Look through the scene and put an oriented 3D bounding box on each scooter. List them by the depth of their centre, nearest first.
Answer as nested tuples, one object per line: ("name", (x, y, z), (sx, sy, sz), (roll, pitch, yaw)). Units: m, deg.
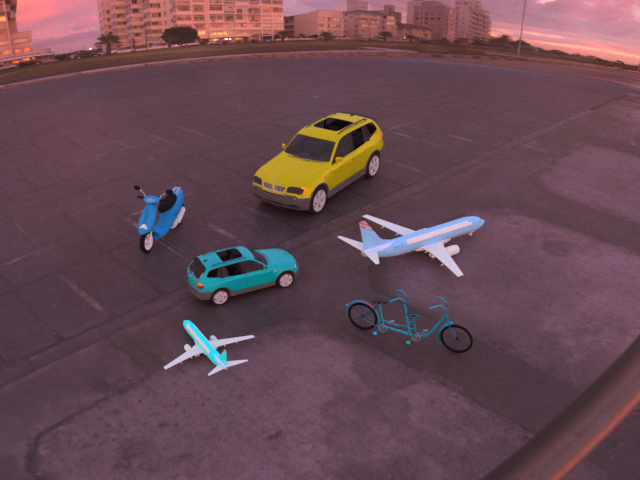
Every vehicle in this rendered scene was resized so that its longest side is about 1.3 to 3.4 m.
("scooter", (-2.492, -0.467, 10.993), (0.662, 0.919, 1.399), (8, 29, 15))

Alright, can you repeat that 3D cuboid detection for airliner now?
("airliner", (-1.385, 1.189, 8.410), (1.161, 0.429, 1.307), (-17, 32, -28))
("airliner", (1.577, -0.189, 10.561), (2.541, 0.835, 2.257), (-17, 32, -29))

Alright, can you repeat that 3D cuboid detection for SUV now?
("SUV", (-1.068, 0.400, 9.728), (1.572, 0.580, 0.656), (-14, 31, -24))
("SUV", (0.038, -1.489, 12.687), (1.276, 1.128, 3.058), (17, 33, 29))

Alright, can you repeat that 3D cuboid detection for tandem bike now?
("tandem bike", (1.075, 0.950, 8.589), (1.642, 0.682, 0.283), (12, 30, 21))
